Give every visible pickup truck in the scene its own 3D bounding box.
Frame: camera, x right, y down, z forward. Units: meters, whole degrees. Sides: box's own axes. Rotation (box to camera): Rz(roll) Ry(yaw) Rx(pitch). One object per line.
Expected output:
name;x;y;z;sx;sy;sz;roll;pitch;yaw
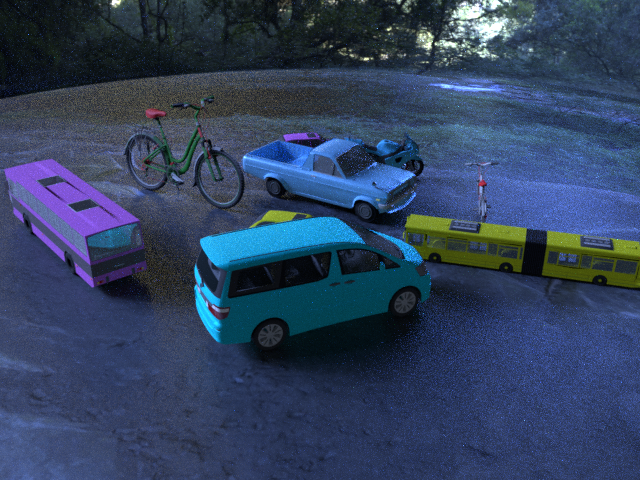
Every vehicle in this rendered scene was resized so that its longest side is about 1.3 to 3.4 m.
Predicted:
pickup truck;0.136;-1.225;12.321;3.117;0.993;1.244;17;31;30

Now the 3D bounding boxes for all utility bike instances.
utility bike;2.613;-0.778;11.472;0.535;0.946;1.435;4;27;8
utility bike;-2.395;-1.624;12.173;2.791;1.839;1.039;15;30;28

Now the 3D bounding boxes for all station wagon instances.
station wagon;-0.281;-0.121;10.678;1.597;0.473;0.682;8;27;15
station wagon;-0.142;-1.921;14.312;1.597;0.473;0.682;-5;27;-10

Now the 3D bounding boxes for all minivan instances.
minivan;-0.035;0.397;8.817;3.011;1.197;1.324;-11;28;-21

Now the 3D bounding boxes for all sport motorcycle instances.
sport motorcycle;1.211;-1.574;13.219;1.520;0.821;0.506;1;26;3

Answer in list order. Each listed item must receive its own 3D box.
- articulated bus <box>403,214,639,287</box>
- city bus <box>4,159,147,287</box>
articulated bus;2.876;0.140;10.052;3.401;0.561;0.605;8;27;15
city bus;-3.761;-0.308;10.581;0.926;0.894;3.255;-20;33;-35
